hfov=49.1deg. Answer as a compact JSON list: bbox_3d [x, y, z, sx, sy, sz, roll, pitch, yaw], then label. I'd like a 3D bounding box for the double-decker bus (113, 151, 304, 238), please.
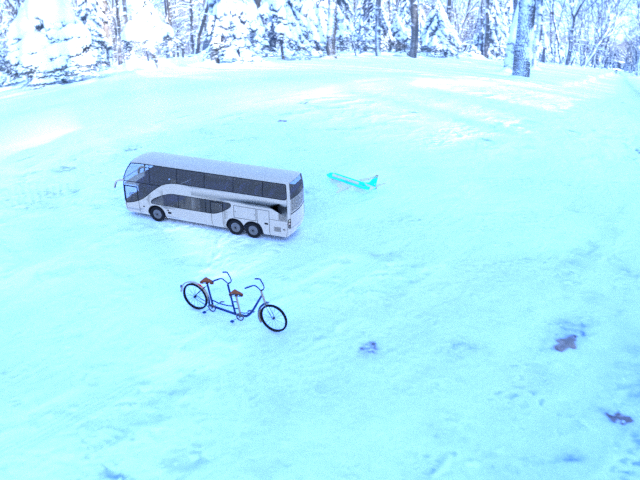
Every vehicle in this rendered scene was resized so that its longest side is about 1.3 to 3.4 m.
[{"bbox_3d":[-1.852,-0.786,11.676,3.251,1.052,0.756,10,28,18],"label":"double-decker bus"}]

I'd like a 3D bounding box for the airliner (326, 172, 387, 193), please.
[{"bbox_3d":[0.601,-1.176,13.135,1.307,0.429,1.161,23,35,38],"label":"airliner"}]

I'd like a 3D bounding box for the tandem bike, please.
[{"bbox_3d":[-1.144,0.744,9.066,1.642,0.682,0.283,13,30,23],"label":"tandem bike"}]
